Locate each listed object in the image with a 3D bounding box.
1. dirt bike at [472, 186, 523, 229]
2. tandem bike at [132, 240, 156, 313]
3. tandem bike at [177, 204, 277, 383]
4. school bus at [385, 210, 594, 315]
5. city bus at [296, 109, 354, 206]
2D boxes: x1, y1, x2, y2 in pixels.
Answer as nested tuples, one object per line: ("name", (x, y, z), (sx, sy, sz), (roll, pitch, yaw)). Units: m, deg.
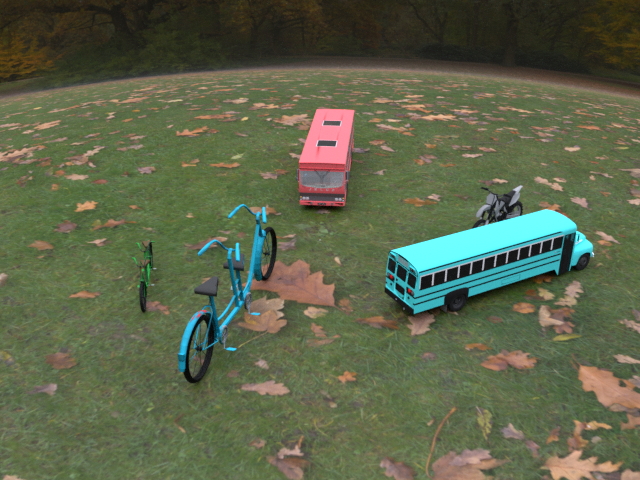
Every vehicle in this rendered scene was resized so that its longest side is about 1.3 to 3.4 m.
("dirt bike", (2.815, -0.423, 11.029), (0.527, 0.857, 1.493), (24, 35, 39))
("tandem bike", (-2.408, 0.354, 9.675), (0.283, 0.682, 1.642), (-4, 27, -7))
("tandem bike", (-1.069, 0.480, 8.707), (0.550, 1.326, 3.192), (7, 27, 13))
("school bus", (2.473, 0.240, 9.722), (3.322, 0.844, 0.709), (-14, 30, -25))
("city bus", (0.177, -1.610, 13.353), (0.926, 0.894, 3.255), (2, 27, 5))
